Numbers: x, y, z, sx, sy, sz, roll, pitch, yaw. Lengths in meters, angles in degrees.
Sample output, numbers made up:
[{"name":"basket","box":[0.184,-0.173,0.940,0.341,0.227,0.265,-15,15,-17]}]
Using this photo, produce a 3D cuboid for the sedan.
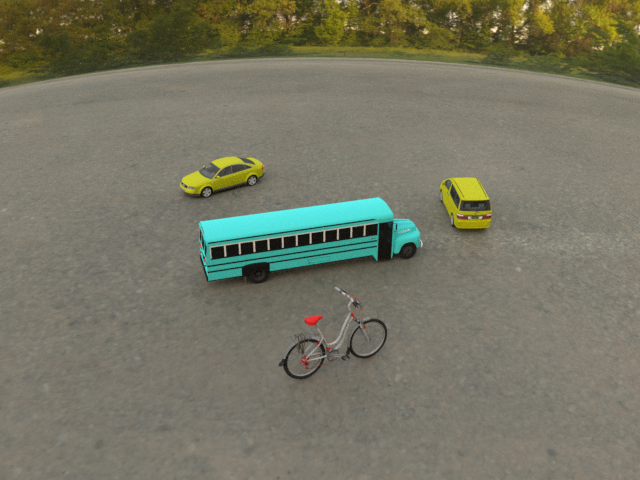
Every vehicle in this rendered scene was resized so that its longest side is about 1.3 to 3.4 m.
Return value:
[{"name":"sedan","box":[-1.788,-1.210,12.837,1.613,0.483,0.635,-18,34,-30]}]

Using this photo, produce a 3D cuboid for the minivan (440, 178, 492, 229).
[{"name":"minivan","box":[2.439,-0.719,11.802,0.681,0.616,1.548,-1,29,-2]}]

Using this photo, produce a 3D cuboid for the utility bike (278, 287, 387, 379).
[{"name":"utility bike","box":[0.148,1.077,8.174,1.435,0.946,0.535,-13,31,-23]}]

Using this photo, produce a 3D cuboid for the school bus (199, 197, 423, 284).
[{"name":"school bus","box":[-0.080,-0.029,10.301,3.322,0.844,0.709,-8,30,-15]}]
